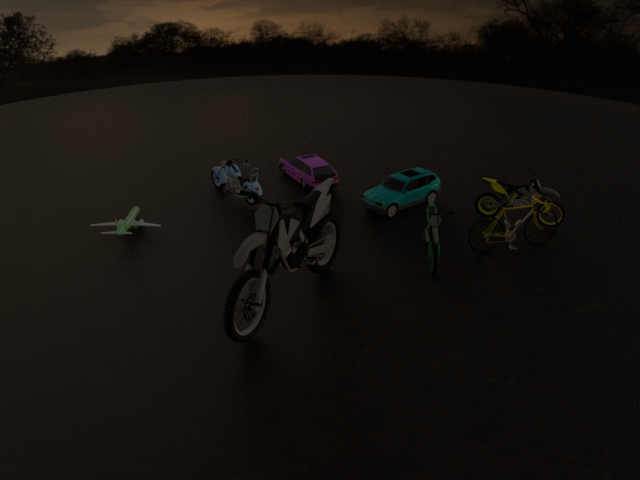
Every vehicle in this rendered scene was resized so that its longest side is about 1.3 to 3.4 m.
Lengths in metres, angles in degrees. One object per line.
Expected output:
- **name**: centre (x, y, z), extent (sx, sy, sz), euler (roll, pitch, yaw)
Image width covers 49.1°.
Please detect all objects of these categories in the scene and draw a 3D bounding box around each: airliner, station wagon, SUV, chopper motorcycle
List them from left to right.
- **airliner**: centre (-3.179, -0.389, 11.552), extent (1.161, 0.429, 1.307), euler (0, 26, 1)
- **chopper motorcycle**: centre (-1.544, -1.141, 12.724), extent (0.466, 0.761, 1.563), euler (-19, 32, -34)
- **station wagon**: centre (-0.248, -1.411, 13.609), extent (0.682, 0.473, 1.597), euler (-13, 29, -24)
- **SUV**: centre (1.452, -0.885, 12.402), extent (1.572, 0.580, 0.656), euler (-19, 31, -33)

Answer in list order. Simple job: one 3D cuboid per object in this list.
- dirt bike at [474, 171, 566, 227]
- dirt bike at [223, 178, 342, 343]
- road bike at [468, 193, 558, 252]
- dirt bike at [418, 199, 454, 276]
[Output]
- **dirt bike**: centre (3.344, -0.687, 11.677), extent (1.493, 0.857, 0.527), euler (11, 28, 21)
- **dirt bike**: centre (-0.402, 0.092, 9.142), extent (1.024, 1.666, 2.903), euler (13, 29, 25)
- **road bike**: centre (2.998, -0.252, 10.786), extent (1.545, 0.852, 0.358), euler (-7, 27, -14)
- **dirt bike**: centre (1.696, -0.107, 10.480), extent (0.527, 0.857, 1.493), euler (2, 26, 4)
